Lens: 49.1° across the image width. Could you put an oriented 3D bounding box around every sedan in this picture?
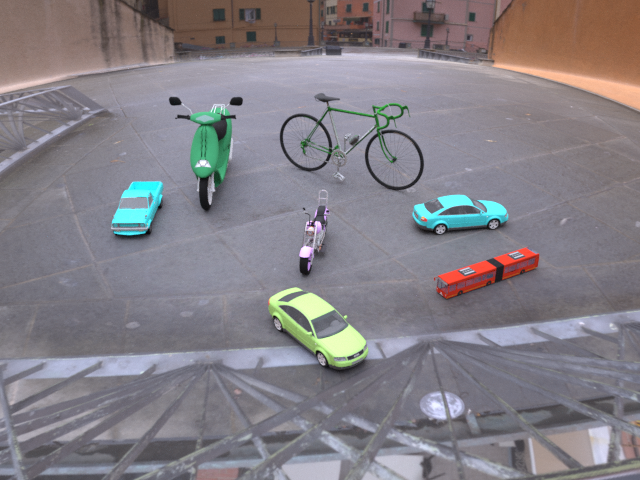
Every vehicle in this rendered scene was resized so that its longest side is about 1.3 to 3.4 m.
[{"bbox_3d":[2.352,-0.472,11.658,1.613,0.483,0.635,-5,29,-9],"label":"sedan"},{"bbox_3d":[-0.040,1.058,8.884,0.635,0.483,1.613,-21,35,-32],"label":"sedan"}]

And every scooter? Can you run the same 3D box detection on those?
[{"bbox_3d":[-1.975,-1.841,12.790,1.288,1.786,2.721,0,29,0],"label":"scooter"}]

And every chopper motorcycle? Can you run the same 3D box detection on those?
[{"bbox_3d":[-0.087,-0.137,10.763,0.466,0.761,1.563,6,29,10],"label":"chopper motorcycle"}]

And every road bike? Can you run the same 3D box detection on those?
[{"bbox_3d":[0.532,-1.879,12.995,3.004,1.656,0.697,15,32,25],"label":"road bike"}]

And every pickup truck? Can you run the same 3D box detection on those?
[{"bbox_3d":[-3.078,-0.608,11.876,0.640,0.511,1.603,-1,29,-1],"label":"pickup truck"}]

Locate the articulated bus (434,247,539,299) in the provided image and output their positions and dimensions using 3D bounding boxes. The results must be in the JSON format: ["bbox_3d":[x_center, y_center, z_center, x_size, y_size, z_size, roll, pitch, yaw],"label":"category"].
[{"bbox_3d":[2.445,0.465,10.161,1.749,0.289,0.311,-15,32,-25],"label":"articulated bus"}]
